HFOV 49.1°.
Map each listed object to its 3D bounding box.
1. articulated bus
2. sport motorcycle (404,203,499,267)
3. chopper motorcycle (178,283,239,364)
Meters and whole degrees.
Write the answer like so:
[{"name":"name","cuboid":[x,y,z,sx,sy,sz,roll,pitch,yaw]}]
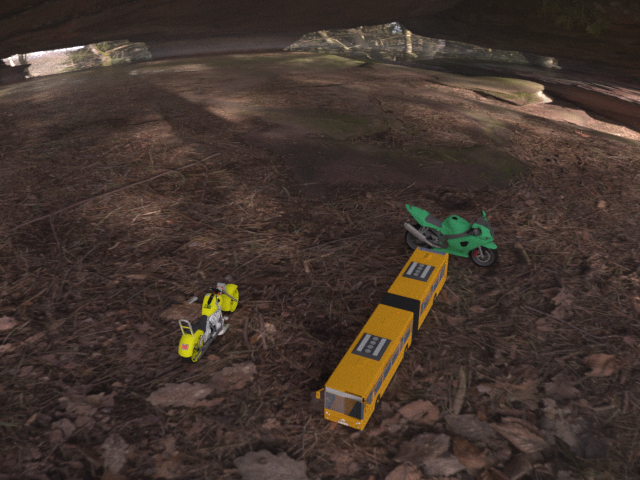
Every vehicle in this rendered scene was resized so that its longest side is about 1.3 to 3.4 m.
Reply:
[{"name":"articulated bus","cuboid":[0.941,1.103,8.976,0.605,0.561,3.401,13,32,21]},{"name":"sport motorcycle","cuboid":[2.010,-0.073,10.758,1.520,0.821,0.506,14,33,23]},{"name":"chopper motorcycle","cuboid":[-1.412,0.939,9.061,0.466,0.761,1.563,9,31,15]}]
